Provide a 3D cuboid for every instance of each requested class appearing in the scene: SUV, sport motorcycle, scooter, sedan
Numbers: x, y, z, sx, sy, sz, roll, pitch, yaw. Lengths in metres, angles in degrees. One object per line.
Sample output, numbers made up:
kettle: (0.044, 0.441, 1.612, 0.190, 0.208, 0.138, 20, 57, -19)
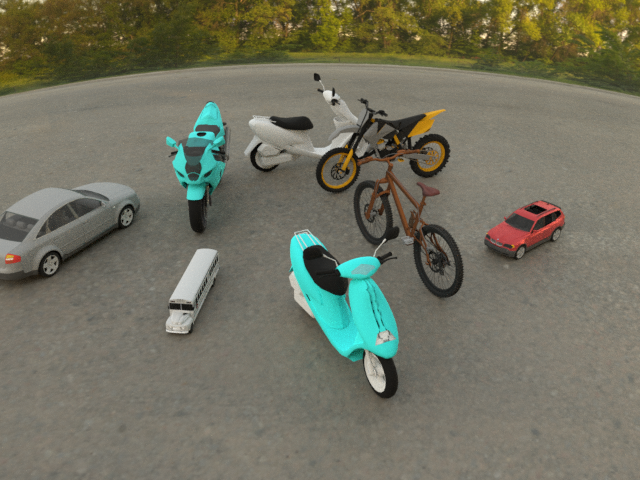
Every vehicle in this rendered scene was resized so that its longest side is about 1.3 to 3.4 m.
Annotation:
SUV: (3.410, -0.209, 11.590, 1.572, 0.580, 0.656, -21, 35, -33)
sport motorcycle: (-2.087, -1.379, 12.670, 0.983, 1.596, 2.955, 0, 29, -1)
scooter: (0.249, 0.616, 8.824, 1.288, 1.786, 2.721, -14, 31, -23)
sedan: (-4.248, -0.356, 11.484, 1.235, 0.940, 3.137, 13, 31, 23)
scooter: (-0.212, -2.331, 14.212, 2.721, 1.786, 1.288, -8, 30, -15)

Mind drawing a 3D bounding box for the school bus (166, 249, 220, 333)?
school bus: (-1.818, 0.718, 10.046, 0.365, 0.434, 1.708, 3, 29, 6)

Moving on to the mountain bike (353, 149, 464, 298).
mountain bike: (1.286, -0.335, 10.666, 1.114, 1.688, 2.857, -14, 32, -24)

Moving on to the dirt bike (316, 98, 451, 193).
dirt bike: (1.269, -1.818, 13.400, 2.903, 1.666, 1.024, -11, 31, -20)
